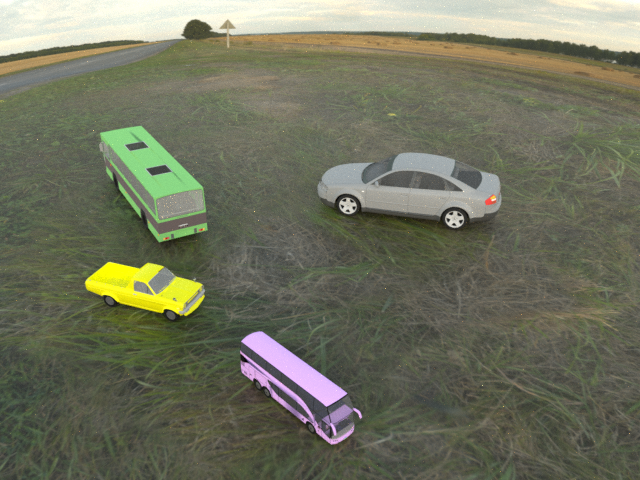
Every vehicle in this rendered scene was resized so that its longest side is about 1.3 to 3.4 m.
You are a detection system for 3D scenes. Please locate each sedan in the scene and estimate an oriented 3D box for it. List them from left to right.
[{"bbox_3d":[1.505,-0.955,11.952,3.137,0.940,1.235,8,30,14],"label":"sedan"}]

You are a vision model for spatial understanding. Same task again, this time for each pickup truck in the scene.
[{"bbox_3d":[-2.391,0.624,9.553,1.603,0.511,0.640,11,31,18],"label":"pickup truck"}]

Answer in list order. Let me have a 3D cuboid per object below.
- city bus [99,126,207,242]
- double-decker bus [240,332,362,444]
[{"bbox_3d":[-2.935,-1.013,12.103,0.926,0.894,3.255,-15,33,-26],"label":"city bus"},{"bbox_3d":[-0.265,1.618,7.731,0.389,0.541,1.672,-24,37,-36],"label":"double-decker bus"}]
